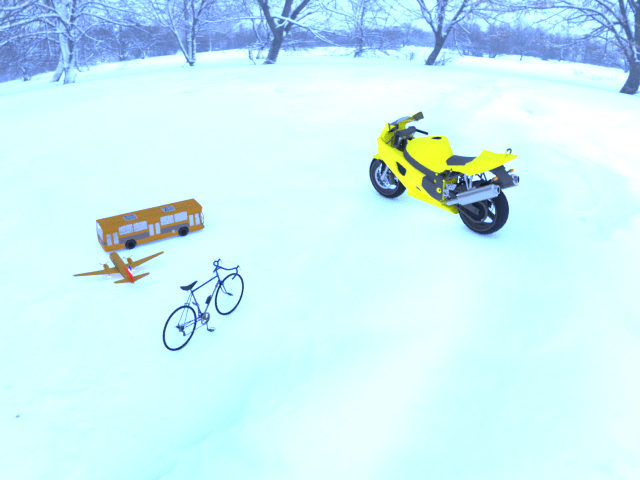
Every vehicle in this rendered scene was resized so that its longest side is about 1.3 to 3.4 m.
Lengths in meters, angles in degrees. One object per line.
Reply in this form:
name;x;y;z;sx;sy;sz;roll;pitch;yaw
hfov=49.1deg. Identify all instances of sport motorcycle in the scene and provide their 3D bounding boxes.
sport motorcycle;1.985;-1.156;11.901;0.983;1.596;2.955;-25;37;-39

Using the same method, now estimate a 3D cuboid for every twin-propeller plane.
twin-propeller plane;-2.918;0.360;10.298;1.370;0.407;1.095;-16;32;-28

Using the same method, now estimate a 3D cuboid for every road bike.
road bike;-1.475;0.798;8.988;0.358;0.852;1.545;17;32;29

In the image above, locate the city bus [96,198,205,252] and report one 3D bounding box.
city bus;-2.736;-0.232;11.366;1.674;0.460;0.476;-15;31;-27
